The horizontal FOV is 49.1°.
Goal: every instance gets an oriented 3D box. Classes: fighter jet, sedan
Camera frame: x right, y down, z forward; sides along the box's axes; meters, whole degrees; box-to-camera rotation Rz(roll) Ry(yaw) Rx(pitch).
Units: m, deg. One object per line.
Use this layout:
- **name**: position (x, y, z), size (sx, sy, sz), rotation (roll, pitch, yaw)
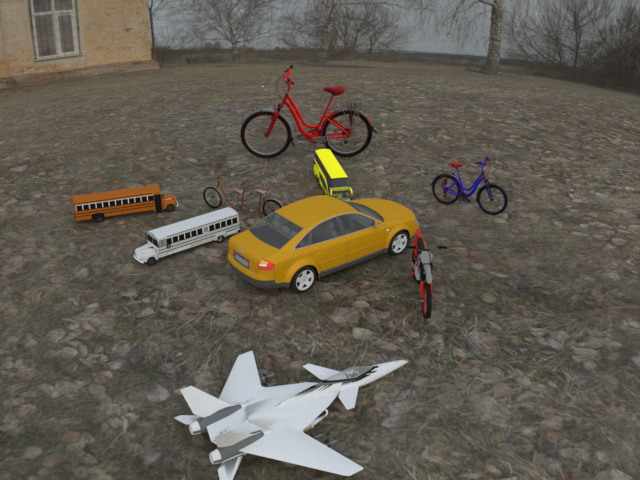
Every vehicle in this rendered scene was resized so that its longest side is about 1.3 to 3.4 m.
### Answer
- **fighter jet**: position (-0.097, 1.568, 7.375), size (2.640, 0.557, 2.229), rotation (-16, 31, -29)
- **sedan**: position (0.135, -0.137, 10.338), size (3.137, 0.940, 1.235), rotation (-19, 32, -33)

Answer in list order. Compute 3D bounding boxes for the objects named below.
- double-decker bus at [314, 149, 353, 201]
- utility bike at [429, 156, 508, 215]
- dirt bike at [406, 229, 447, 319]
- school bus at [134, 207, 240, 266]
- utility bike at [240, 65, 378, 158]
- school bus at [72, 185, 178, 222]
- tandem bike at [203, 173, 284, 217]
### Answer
- **double-decker bus**: position (0.206, -1.147, 12.793), size (0.389, 0.541, 1.672), rotation (-5, 27, -10)
- **utility bike**: position (2.574, -0.993, 12.034), size (1.435, 0.946, 0.535), rotation (16, 31, 29)
- **dirt bike**: position (1.382, 0.384, 9.395), size (0.527, 0.857, 1.493), rotation (0, 27, 0)
- **school bus**: position (-2.040, -0.067, 10.763), size (1.708, 0.434, 0.365), rotation (-20, 33, -34)
- **utility bike**: position (-0.211, -2.459, 13.956), size (2.791, 1.839, 1.039), rotation (-1, 27, -3)
- **school bus**: position (-3.288, -0.631, 11.885), size (1.708, 0.434, 0.365), rotation (-10, 28, -19)
- **tandem bike**: position (-1.306, -0.732, 11.809), size (1.642, 0.682, 0.283), rotation (13, 29, 24)
